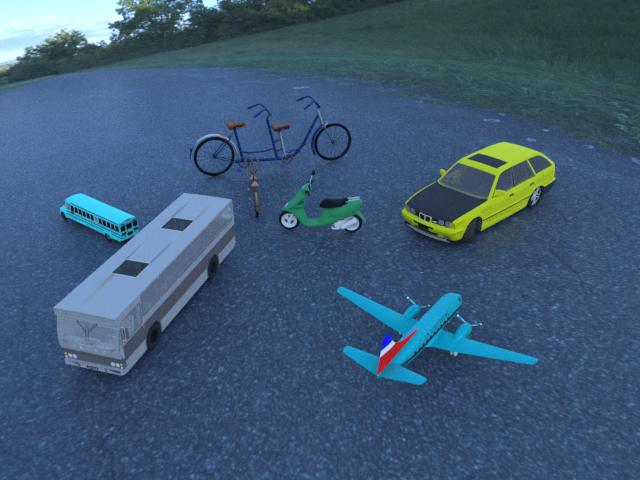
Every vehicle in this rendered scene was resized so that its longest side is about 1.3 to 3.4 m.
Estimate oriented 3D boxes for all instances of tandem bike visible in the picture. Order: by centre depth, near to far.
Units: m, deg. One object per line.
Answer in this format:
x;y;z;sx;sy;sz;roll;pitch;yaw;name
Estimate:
-1.143;-0.972;12.107;0.283;0.682;1.642;-4;29;-7;tandem bike
-0.898;-1.976;13.276;3.192;1.326;0.550;-9;30;-16;tandem bike

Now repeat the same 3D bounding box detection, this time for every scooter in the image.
0.032;-0.558;11.099;1.399;0.919;0.662;3;29;5;scooter

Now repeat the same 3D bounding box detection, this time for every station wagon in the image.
2.708;-0.896;11.717;3.105;0.920;1.327;-25;37;-38;station wagon

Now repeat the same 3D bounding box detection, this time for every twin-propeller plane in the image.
1.224;1.022;8.330;2.663;0.792;2.129;18;34;30;twin-propeller plane

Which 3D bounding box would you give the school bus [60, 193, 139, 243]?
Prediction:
-3.597;-0.378;11.274;1.708;0.434;0.365;21;35;33;school bus

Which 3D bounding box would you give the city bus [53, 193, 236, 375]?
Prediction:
-2.133;0.463;9.250;0.926;0.894;3.255;8;30;15;city bus
